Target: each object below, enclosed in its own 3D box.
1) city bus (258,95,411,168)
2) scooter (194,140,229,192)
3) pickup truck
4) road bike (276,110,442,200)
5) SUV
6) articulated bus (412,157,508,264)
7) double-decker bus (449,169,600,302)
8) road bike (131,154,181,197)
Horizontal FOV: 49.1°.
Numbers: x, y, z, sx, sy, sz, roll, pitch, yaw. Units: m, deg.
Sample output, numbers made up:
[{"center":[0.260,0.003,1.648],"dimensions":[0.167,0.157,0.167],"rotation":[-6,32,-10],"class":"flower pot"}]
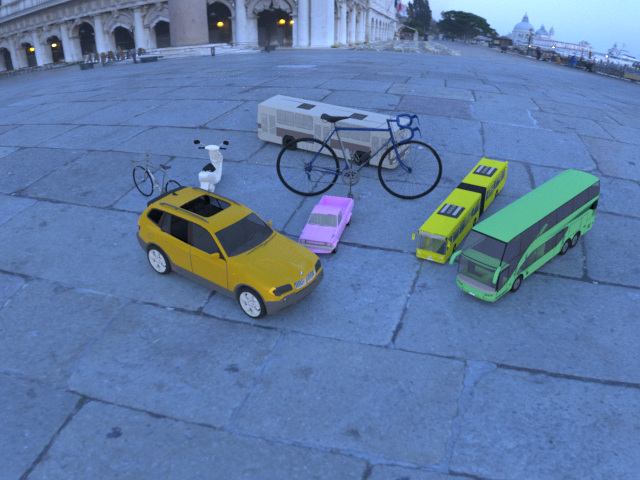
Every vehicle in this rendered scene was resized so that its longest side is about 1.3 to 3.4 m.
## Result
[{"center":[0.254,-2.262,14.663],"dimensions":[3.255,0.894,0.926],"rotation":[16,33,26],"class":"city bus"},{"center":[-2.030,-1.367,13.071],"dimensions":[0.662,0.919,1.399],"rotation":[2,30,4],"class":"scooter"},{"center":[0.123,-0.324,11.656],"dimensions":[0.640,0.511,1.603],"rotation":[7,31,13],"class":"pickup truck"},{"center":[0.701,-1.502,12.563],"dimensions":[3.004,1.656,0.697],"rotation":[2,30,4],"class":"road bike"},{"center":[-1.386,0.069,10.344],"dimensions":[3.058,1.128,1.276],"rotation":[21,36,32],"class":"SUV"},{"center":[2.516,-0.602,12.091],"dimensions":[0.605,0.561,3.401],"rotation":[15,33,25],"class":"articulated bus"},{"center":[3.234,-0.108,10.731],"dimensions":[0.756,1.052,3.251],"rotation":[26,39,37],"class":"double-decker bus"},{"center":[-2.897,-1.039,12.563],"dimensions":[1.545,0.852,0.358],"rotation":[23,37,34],"class":"road bike"}]
